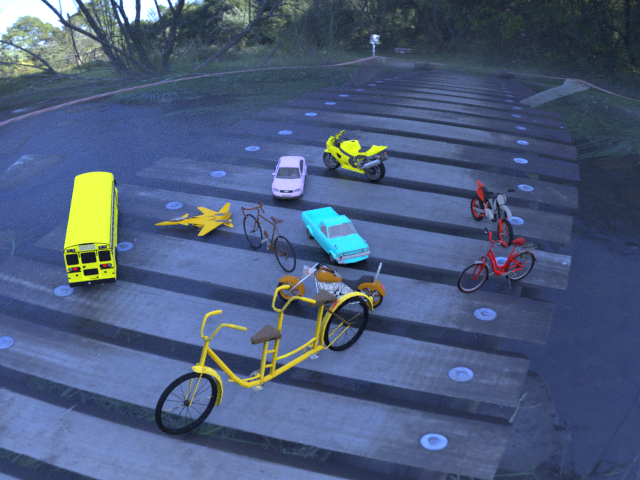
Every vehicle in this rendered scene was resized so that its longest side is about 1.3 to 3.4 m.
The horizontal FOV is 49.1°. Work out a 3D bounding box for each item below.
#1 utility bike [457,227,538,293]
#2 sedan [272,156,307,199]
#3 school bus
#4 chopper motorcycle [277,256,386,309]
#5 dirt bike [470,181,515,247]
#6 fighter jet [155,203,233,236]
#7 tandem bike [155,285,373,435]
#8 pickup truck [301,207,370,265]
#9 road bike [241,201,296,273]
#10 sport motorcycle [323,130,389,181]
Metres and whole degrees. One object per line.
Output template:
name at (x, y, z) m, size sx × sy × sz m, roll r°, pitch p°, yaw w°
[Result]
utility bike at (2.669, 0.311, 10.252) m, size 1.435 × 0.946 × 0.535 m, roll -12°, pitch 30°, yaw -21°
sedan at (-0.597, -1.289, 13.768) m, size 0.635 × 0.483 × 1.613 m, roll 1°, pitch 28°, yaw 2°
school bus at (-3.718, -0.320, 11.552) m, size 0.709 × 0.844 × 3.322 m, roll -7°, pitch 29°, yaw -12°
chopper motorcycle at (0.153, 0.596, 9.911) m, size 1.563 × 0.761 × 0.466 m, roll 5°, pitch 28°, yaw 9°
dirt bike at (2.935, -0.510, 11.897) m, size 0.527 × 0.857 × 1.493 m, roll -7°, pitch 29°, yaw -13°
fighter jet at (-2.218, -0.393, 12.286) m, size 1.358 × 0.286 × 1.147 m, roll -4°, pitch 28°, yaw -8°
tandem bike at (-0.525, 1.182, 8.201) m, size 3.192 × 1.326 × 0.550 m, roll -22°, pitch 35°, yaw -35°
pickup truck at (0.236, -0.140, 11.568) m, size 0.640 × 0.511 × 1.603 m, roll -11°, pitch 30°, yaw -20°
road bike at (-0.821, -0.073, 11.077) m, size 0.358 × 0.852 × 1.545 m, roll -19°, pitch 33°, yaw -31°
sport motorcycle at (0.691, -1.701, 14.185) m, size 1.520 × 0.821 × 0.506 m, roll 18°, pitch 33°, yaw 31°
